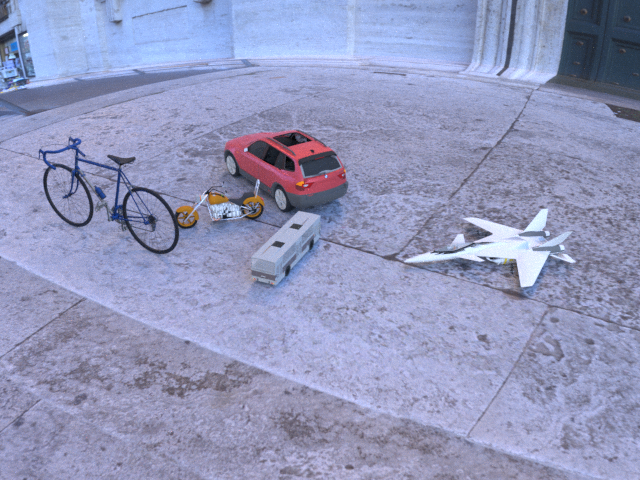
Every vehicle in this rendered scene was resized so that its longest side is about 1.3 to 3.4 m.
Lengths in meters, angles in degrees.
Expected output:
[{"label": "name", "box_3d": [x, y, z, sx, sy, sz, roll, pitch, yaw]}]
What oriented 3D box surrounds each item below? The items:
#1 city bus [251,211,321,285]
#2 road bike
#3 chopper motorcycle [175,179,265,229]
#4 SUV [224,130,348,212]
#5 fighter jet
[{"label": "city bus", "box_3d": [-0.507, 0.122, 11.078, 0.476, 0.460, 1.674, 12, 32, 21]}, {"label": "road bike", "box_3d": [-3.493, -0.742, 11.394, 3.004, 1.656, 0.697, 16, 33, 26]}, {"label": "chopper motorcycle", "box_3d": [-1.734, -0.626, 12.098, 1.563, 0.761, 0.466, -7, 30, -13]}, {"label": "SUV", "box_3d": [-0.714, -1.529, 13.329, 1.276, 1.128, 3.058, -19, 34, -30]}, {"label": "fighter jet", "box_3d": [2.599, 0.050, 11.107, 2.640, 0.557, 2.229, -6, 30, -11]}]
